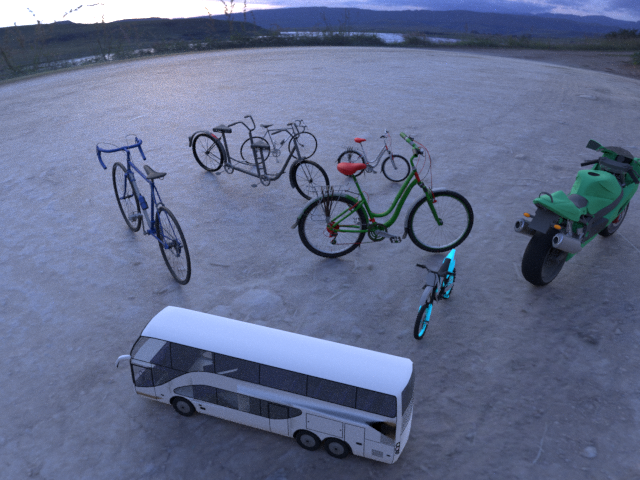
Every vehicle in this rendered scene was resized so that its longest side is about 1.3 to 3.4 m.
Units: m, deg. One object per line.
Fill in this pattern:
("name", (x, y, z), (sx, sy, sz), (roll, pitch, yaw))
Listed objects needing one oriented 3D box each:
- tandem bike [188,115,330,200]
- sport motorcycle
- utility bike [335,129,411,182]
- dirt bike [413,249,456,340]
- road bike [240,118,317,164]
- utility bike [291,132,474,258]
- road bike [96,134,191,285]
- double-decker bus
("tandem bike", (-1.173, -1.589, 12.630), (3.192, 1.326, 0.550), (18, 35, 28))
("sport motorcycle", (3.901, -0.417, 10.339), (2.955, 1.596, 0.983), (-26, 39, -37))
("utility bike", (0.988, -1.584, 12.999), (1.435, 0.946, 0.535), (8, 31, 13))
("dirt bike", (1.546, 0.657, 9.224), (0.527, 0.857, 1.493), (15, 33, 24))
("road bike", (-0.796, -1.905, 13.646), (1.545, 0.852, 0.358), (-8, 31, -13))
("utility bike", (0.944, -0.632, 10.468), (2.791, 1.839, 1.039), (-2, 30, -4))
("road bike", (-2.596, -0.516, 10.450), (0.697, 1.656, 3.004), (-18, 35, -29))
("double-decker bus", (-0.612, 1.506, 7.566), (3.251, 1.052, 0.756), (10, 32, 17))
